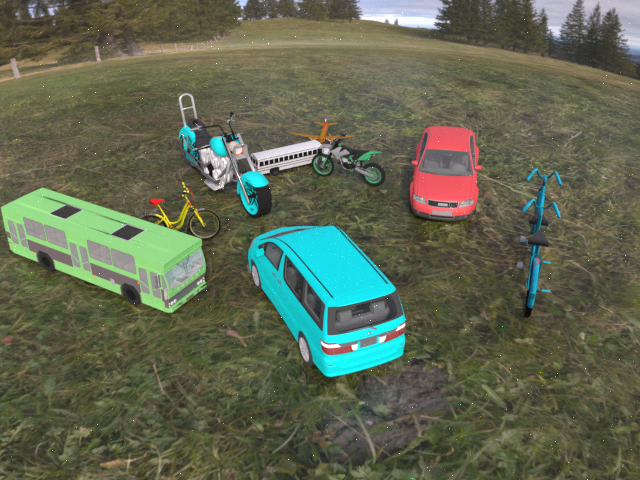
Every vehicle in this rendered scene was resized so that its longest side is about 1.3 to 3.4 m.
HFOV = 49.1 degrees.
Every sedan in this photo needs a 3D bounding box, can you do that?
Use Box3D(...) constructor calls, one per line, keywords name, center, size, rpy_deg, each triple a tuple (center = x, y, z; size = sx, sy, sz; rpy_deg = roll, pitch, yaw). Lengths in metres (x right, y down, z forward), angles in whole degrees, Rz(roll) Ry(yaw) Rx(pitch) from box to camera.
Box3D(name="sedan", center=(2.309, -1.375, 12.810), size=(1.235, 0.940, 3.137), rpy_deg=(5, 31, 9))

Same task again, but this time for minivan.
Box3D(name="minivan", center=(-0.028, 0.517, 9.320), size=(1.324, 1.197, 3.011), rpy_deg=(-13, 33, -20))

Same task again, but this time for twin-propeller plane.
Box3D(name="twin-propeller plane", center=(0.077, -2.321, 14.958), size=(1.370, 0.407, 1.095), rpy_deg=(3, 30, 6))

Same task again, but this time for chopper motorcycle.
Box3D(name="chopper motorcycle", center=(-1.770, -1.558, 12.589), size=(0.906, 1.480, 3.040), rpy_deg=(-19, 35, -30))

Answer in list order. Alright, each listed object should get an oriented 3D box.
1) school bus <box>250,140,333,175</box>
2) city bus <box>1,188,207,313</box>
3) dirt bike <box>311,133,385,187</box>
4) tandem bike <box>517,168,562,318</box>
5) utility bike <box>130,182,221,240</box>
Box3D(name="school bus", center=(-0.527, -1.624, 13.738), size=(1.708, 0.434, 0.365), rpy_deg=(-16, 34, -25))
Box3D(name="city bus", center=(-3.208, 0.126, 10.287), size=(3.255, 0.894, 0.926), rpy_deg=(16, 34, 26))
Box3D(name="dirt bike", center=(0.519, -1.485, 13.082), size=(1.493, 0.857, 0.527), rpy_deg=(13, 33, 20))
Box3D(name="tandem bike", center=(3.192, -0.116, 10.275), size=(0.550, 1.326, 3.192), rpy_deg=(9, 31, 15))
Box3D(name="utility bike", center=(-2.312, -0.405, 11.145), size=(1.435, 0.946, 0.535), rpy_deg=(-6, 31, -9))
